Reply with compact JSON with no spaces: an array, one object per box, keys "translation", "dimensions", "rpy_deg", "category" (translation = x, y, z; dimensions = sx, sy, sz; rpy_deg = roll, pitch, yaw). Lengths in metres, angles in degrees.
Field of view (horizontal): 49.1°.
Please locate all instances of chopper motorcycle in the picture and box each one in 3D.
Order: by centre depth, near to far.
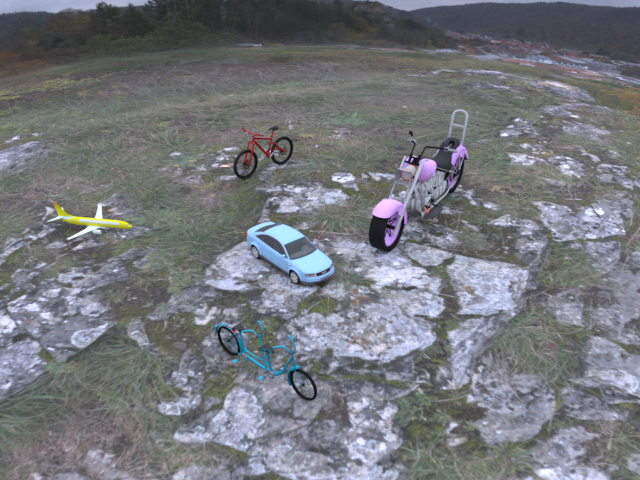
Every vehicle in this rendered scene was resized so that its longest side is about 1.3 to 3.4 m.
[{"translation":[1.644,-1.006,11.223],"dimensions":[0.906,1.480,3.040],"rpy_deg":[18,34,28],"category":"chopper motorcycle"}]

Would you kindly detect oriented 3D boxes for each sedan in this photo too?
[{"translation":[-0.448,0.134,10.231],"dimensions":[0.635,0.483,1.613],"rpy_deg":[-23,37,-34],"category":"sedan"}]

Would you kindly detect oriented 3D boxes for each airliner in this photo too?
[{"translation":[-3.632,-0.366,11.162],"dimensions":[1.307,0.429,1.161],"rpy_deg":[4,30,8],"category":"airliner"}]

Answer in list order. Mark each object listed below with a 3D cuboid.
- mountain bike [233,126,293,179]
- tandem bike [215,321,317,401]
[{"translation":[-1.044,-1.682,13.024],"dimensions":[0.573,0.868,1.469],"rpy_deg":[26,39,37],"category":"mountain bike"},{"translation":[-0.653,1.279,8.026],"dimensions":[1.642,0.682,0.283],"rpy_deg":[23,37,35],"category":"tandem bike"}]
